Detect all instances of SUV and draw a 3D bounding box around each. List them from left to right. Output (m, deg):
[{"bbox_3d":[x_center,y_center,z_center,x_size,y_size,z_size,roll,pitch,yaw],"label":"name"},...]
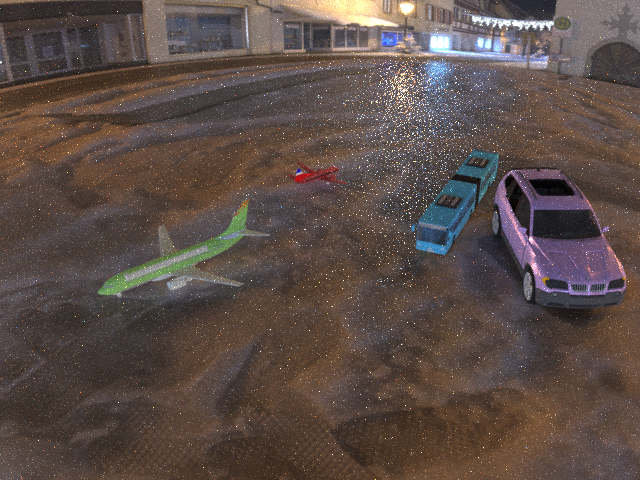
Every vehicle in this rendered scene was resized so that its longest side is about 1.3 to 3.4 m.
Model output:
[{"bbox_3d":[3.394,-0.133,10.186,1.276,1.128,3.058,0,29,-1],"label":"SUV"}]

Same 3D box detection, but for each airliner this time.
[{"bbox_3d":[-2.011,0.120,10.029,2.541,0.835,2.257,-22,35,-34],"label":"airliner"}]

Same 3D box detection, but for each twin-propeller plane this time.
[{"bbox_3d":[-0.044,-1.251,12.991,1.095,0.407,1.370,-23,36,-36],"label":"twin-propeller plane"}]

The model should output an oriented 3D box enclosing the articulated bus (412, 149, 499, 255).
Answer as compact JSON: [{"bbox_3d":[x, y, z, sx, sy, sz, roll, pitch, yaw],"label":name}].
[{"bbox_3d":[2.391,-0.735,11.883,0.605,0.561,3.401,13,31,22],"label":"articulated bus"}]
